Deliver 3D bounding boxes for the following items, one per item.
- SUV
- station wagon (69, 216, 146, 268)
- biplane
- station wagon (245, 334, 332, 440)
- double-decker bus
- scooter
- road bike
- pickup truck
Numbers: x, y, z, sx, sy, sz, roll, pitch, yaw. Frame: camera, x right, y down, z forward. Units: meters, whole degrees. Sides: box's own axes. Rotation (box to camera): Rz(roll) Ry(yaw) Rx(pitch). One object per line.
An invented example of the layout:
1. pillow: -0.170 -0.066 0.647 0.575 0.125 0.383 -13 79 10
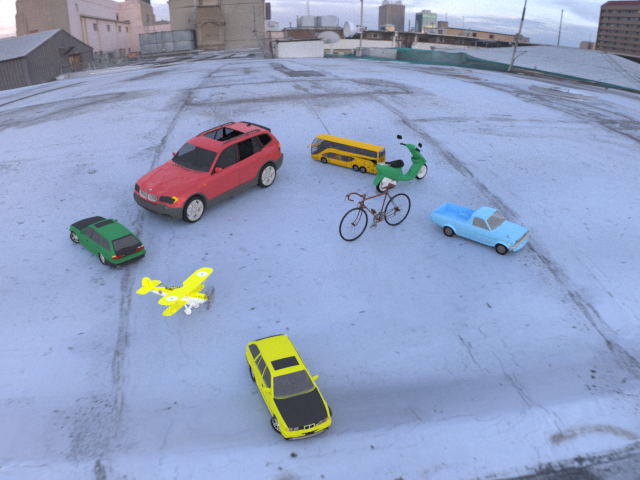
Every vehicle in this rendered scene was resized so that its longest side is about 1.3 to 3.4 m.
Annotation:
1. SUV: -2.001 -1.347 12.901 1.276 1.128 3.058 21 35 33
2. station wagon: -3.458 -0.072 11.260 0.682 0.473 1.597 -24 37 -37
3. biplane: -1.990 0.728 9.774 1.090 0.504 1.336 9 30 15
4. station wagon: -0.392 1.637 8.152 0.682 0.473 1.597 -11 31 -18
5. double-decker bus: 0.538 -1.770 14.281 1.672 0.541 0.389 17 33 28
6. scooter: 1.561 -1.448 13.302 1.399 0.919 0.662 -21 35 -33
7. road bike: 0.937 -0.496 11.641 1.545 0.852 0.358 -19 34 -31
8. pickup truck: 2.629 -0.272 11.586 1.603 0.511 0.640 22 35 34
